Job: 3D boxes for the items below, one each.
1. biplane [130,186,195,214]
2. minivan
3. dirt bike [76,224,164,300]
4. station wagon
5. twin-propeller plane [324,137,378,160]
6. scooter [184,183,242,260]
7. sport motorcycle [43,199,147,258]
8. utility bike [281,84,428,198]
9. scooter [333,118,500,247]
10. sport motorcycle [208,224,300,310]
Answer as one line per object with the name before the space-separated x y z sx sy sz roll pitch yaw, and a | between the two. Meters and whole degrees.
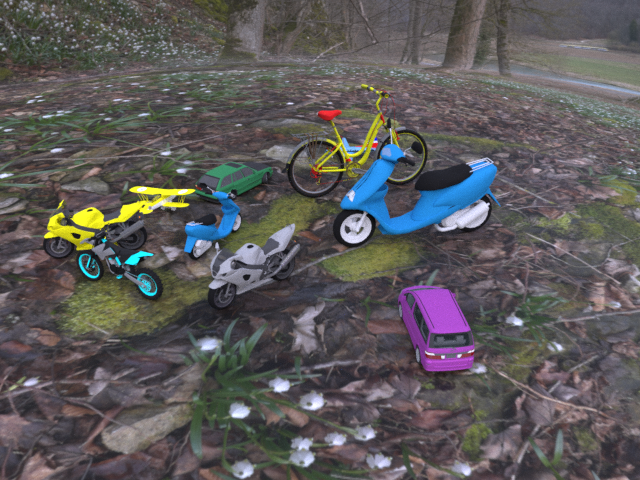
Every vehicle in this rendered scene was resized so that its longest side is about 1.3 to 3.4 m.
biplane | -2.707 -0.632 11.564 1.336 0.504 1.090 14 30 25
minivan | 1.365 0.939 8.401 0.681 0.616 1.548 -3 27 -6
dirt bike | -2.730 0.300 9.375 1.493 0.857 0.527 14 30 24
station wagon | -1.515 -1.139 12.579 0.682 0.473 1.597 18 32 30
twin-propeller plane | 0.635 -1.853 14.034 1.095 0.407 1.370 -2 27 -3
scooter | -1.594 -0.326 10.521 0.662 0.919 1.399 13 30 24
sport motorcycle | -3.311 -0.164 10.313 1.520 0.821 0.506 -7 28 -13
utility bike | 0.617 -1.755 12.283 2.791 1.839 1.039 -9 29 -18
scooter | 1.503 -0.826 10.543 2.721 1.786 1.288 -7 28 -14
sport motorcycle | -0.889 0.345 9.327 0.506 0.821 1.520 24 36 39
